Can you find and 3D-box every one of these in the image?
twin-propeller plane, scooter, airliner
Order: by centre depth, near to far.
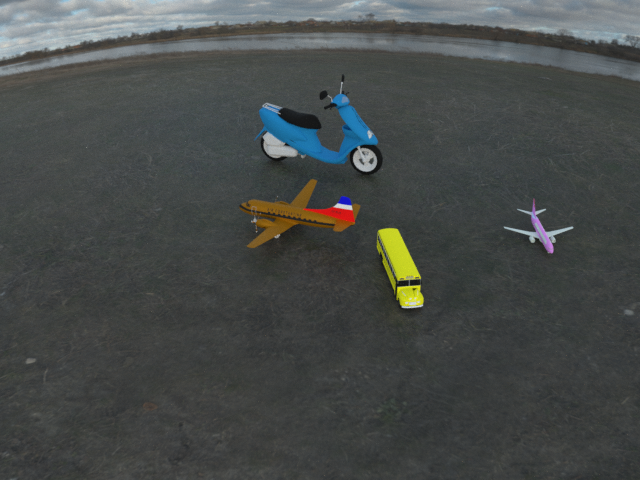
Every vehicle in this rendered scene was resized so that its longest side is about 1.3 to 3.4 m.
[{"bbox_3d":[3.680,-0.222,11.613,1.161,0.429,1.307,0,30,0],"label":"airliner"},{"bbox_3d":[-0.418,-0.515,11.760,2.129,0.792,2.663,11,32,19],"label":"twin-propeller plane"},{"bbox_3d":[-0.048,-2.267,13.823,2.721,1.786,1.288,11,31,18],"label":"scooter"}]

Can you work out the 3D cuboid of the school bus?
[{"bbox_3d":[1.192,0.413,10.498,0.365,0.434,1.708,-4,30,-7],"label":"school bus"}]
